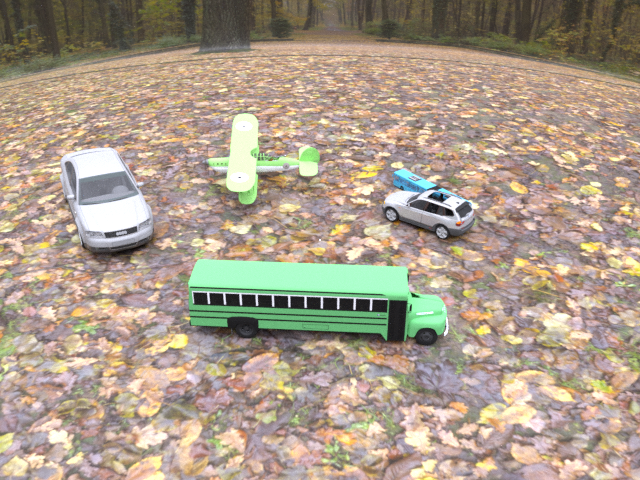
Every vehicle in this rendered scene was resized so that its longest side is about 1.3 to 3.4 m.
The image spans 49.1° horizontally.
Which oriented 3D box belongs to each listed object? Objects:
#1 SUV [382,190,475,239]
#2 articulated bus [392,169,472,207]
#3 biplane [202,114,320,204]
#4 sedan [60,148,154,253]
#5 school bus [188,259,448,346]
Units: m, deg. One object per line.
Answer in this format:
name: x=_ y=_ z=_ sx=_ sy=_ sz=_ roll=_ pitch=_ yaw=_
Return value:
SUV: x=1.784 y=-0.524 z=11.585 sx=1.572 sy=0.580 sz=0.656 roll=22 pitch=36 yaw=32
articulated bus: x=1.956 y=-0.828 z=12.402 sx=0.311 sy=0.289 sz=1.749 roll=-20 pitch=36 yaw=-31
biplane: x=-1.064 y=-1.373 z=12.652 sx=2.120 sy=0.981 sz=2.598 roll=-1 pitch=30 yaw=-2
sedan: x=-3.641 y=-0.833 z=11.761 sx=1.235 sy=0.940 sz=3.137 roll=-13 pitch=33 yaw=-21
school bus: x=-0.002 y=0.780 z=9.072 sx=3.322 sy=0.844 sz=0.709 roll=2 pitch=30 yaw=3
